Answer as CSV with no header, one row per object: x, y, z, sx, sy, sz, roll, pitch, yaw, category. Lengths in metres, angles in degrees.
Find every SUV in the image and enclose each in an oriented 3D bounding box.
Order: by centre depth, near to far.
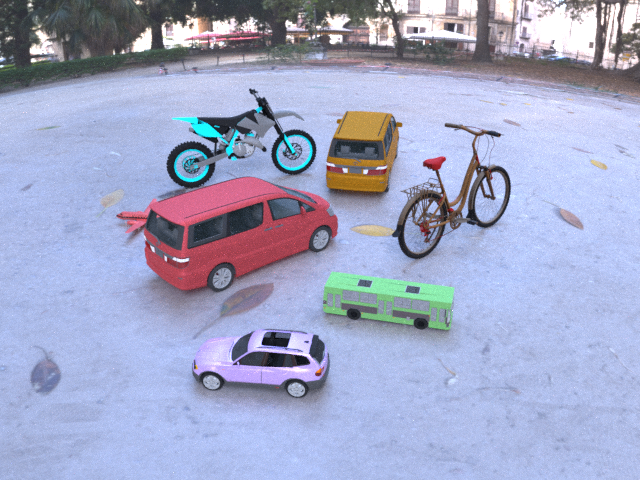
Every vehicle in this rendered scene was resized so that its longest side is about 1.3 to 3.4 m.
-0.673,1.346,8.004,1.572,0.580,0.656,3,27,7,SUV

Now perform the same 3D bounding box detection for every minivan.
-1.087,-0.254,10.456,3.011,1.197,1.324,-21,34,-35,minivan
0.888,-1.879,13.632,1.324,1.197,3.011,5,27,9,minivan

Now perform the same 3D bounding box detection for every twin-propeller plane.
-2.888,-0.438,11.683,1.095,0.407,1.370,3,27,6,twin-propeller plane

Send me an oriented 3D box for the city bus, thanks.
0.899,0.809,9.187,1.674,0.460,0.476,7,28,13,city bus

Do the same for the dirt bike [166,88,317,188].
-1.450,-1.887,13.133,2.903,1.666,1.024,-9,28,-17,dirt bike

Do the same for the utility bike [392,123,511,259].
2.064,-0.835,10.886,2.791,1.839,1.039,-21,34,-35,utility bike
